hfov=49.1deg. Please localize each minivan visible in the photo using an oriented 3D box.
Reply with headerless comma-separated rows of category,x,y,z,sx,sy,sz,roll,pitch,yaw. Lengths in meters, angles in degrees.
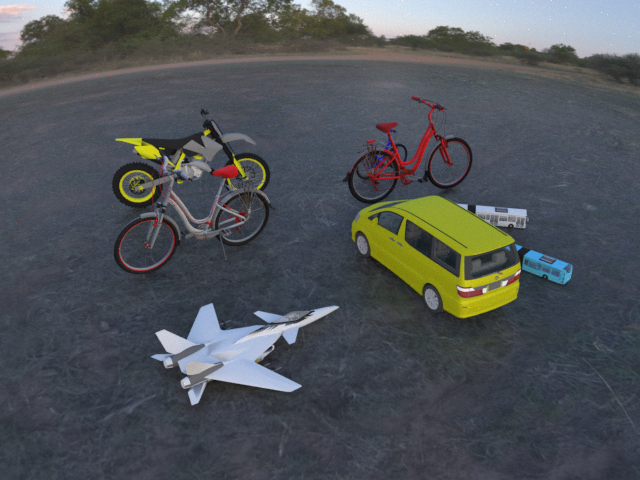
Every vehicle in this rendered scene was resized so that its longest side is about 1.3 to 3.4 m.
minivan,1.654,0.017,10.686,1.324,1.197,3.011,-16,33,-26

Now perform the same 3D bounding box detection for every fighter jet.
fighter jet,-0.790,1.183,9.240,2.640,0.557,2.229,-20,35,-32

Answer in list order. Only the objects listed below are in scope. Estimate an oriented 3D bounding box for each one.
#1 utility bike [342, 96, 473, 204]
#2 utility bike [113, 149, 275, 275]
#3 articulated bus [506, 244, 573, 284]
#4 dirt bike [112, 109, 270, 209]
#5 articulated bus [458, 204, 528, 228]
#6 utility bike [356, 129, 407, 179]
utility bike,1.659,-1.714,13.152,2.791,1.839,1.039,-12,31,-20
utility bike,-1.869,-0.458,10.883,2.791,1.839,1.039,-18,34,-29
articulated bus,3.145,0.256,11.192,1.749,0.289,0.311,24,37,36
dirt bike,-2.365,-1.438,12.832,2.903,1.666,1.024,-6,29,-10
articulated bus,2.789,-0.449,12.467,1.749,0.289,0.311,6,29,10
utility bike,1.217,-1.801,14.231,1.435,0.946,0.535,-20,35,-32
